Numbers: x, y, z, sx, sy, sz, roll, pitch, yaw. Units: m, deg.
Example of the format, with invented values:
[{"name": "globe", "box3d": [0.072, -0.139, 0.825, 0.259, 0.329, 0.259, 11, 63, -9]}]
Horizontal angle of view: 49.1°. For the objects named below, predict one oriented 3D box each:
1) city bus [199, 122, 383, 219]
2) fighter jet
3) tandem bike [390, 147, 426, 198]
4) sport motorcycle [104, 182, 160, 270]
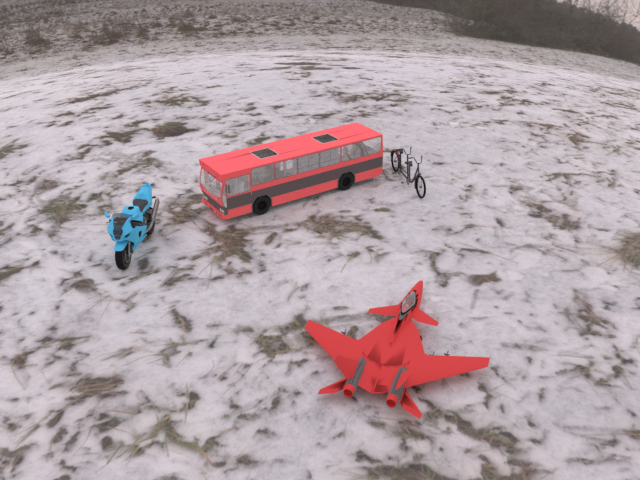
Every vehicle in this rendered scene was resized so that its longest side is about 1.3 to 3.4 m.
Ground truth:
[{"name": "city bus", "box3d": [-0.428, -1.207, 12.090, 3.255, 0.894, 0.926, -18, 34, -29]}, {"name": "fighter jet", "box3d": [0.951, 1.005, 8.435, 2.229, 0.557, 2.640, 10, 30, 17]}, {"name": "tandem bike", "box3d": [1.570, -1.323, 12.519, 0.283, 0.682, 1.642, -8, 30, -14]}, {"name": "sport motorcycle", "box3d": [-2.752, -0.217, 10.374, 0.506, 0.821, 1.520, 3, 29, 5]}]
